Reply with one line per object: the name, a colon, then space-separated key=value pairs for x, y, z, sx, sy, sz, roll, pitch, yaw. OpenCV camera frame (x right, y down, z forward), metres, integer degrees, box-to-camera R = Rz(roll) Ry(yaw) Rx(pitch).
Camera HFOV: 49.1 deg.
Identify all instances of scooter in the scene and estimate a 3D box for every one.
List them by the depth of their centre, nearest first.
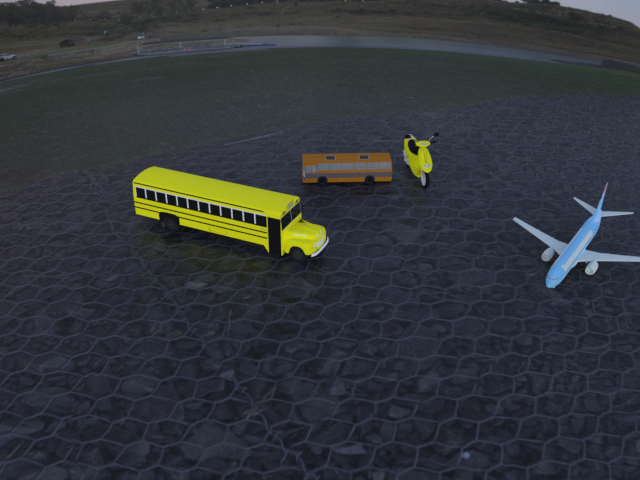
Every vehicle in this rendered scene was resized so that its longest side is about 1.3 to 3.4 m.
scooter: x=1.846 y=-1.637 z=13.214 sx=0.662 sy=0.919 sz=1.399 roll=-5 pitch=31 yaw=-9

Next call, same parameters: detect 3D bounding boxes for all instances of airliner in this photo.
airliner: x=3.935 y=-0.070 z=10.616 sx=2.257 sy=0.835 sz=2.541 roll=20 pitch=36 yaw=30

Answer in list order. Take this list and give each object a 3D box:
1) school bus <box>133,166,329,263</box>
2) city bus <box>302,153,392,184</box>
school bus: x=-1.454 y=-0.449 z=11.255 sx=3.322 sy=0.844 sz=0.709 roll=13 pitch=33 yaw=21
city bus: x=0.499 y=-1.340 z=13.159 sx=1.674 sy=0.460 sz=0.476 roll=-1 pitch=30 yaw=-2
